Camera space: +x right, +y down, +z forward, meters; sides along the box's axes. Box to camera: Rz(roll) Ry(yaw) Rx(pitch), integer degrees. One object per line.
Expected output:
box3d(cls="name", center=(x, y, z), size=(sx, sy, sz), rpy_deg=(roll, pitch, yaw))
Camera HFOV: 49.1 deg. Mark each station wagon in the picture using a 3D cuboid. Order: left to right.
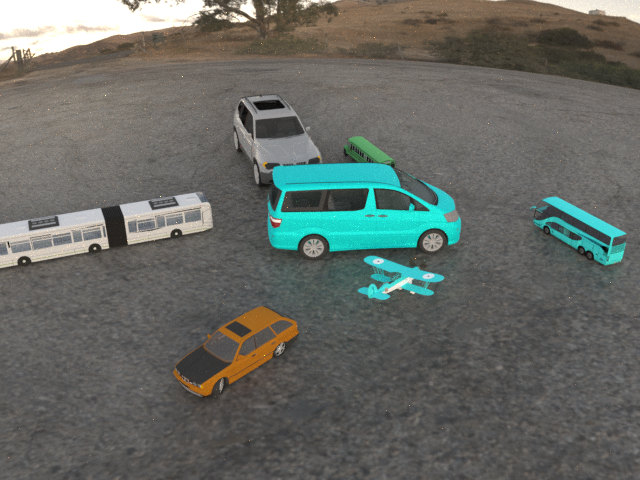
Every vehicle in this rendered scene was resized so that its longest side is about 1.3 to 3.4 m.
box3d(cls="station wagon", center=(-0.982, 1.260, 8.304), size=(0.682, 0.473, 1.597), rpy_deg=(23, 36, 37))

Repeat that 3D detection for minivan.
box3d(cls="minivan", center=(0.690, -0.523, 10.860), size=(3.011, 1.197, 1.324), rpy_deg=(-3, 28, -5))

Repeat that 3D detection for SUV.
box3d(cls="SUV", center=(-0.902, -2.029, 13.739), size=(1.276, 1.128, 3.058), rpy_deg=(-9, 29, -15))

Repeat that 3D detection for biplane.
box3d(cls="biplane", center=(1.010, 0.569, 9.559), size=(1.090, 0.504, 1.336), rpy_deg=(-25, 37, -38))

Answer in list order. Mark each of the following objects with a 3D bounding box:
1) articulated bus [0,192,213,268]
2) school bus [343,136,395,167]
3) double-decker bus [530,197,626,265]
box3d(cls="articulated bus", center=(-3.395, -0.175, 10.884), size=(3.401, 0.561, 0.605), rpy_deg=(-11, 30, -20))
box3d(cls="school bus", center=(0.934, -1.648, 13.764), size=(0.365, 0.434, 1.708), rpy_deg=(-11, 30, -20))
box3d(cls="double-decker bus", center=(3.996, -0.181, 10.917), size=(0.389, 0.541, 1.672), rpy_deg=(-13, 31, -23))
